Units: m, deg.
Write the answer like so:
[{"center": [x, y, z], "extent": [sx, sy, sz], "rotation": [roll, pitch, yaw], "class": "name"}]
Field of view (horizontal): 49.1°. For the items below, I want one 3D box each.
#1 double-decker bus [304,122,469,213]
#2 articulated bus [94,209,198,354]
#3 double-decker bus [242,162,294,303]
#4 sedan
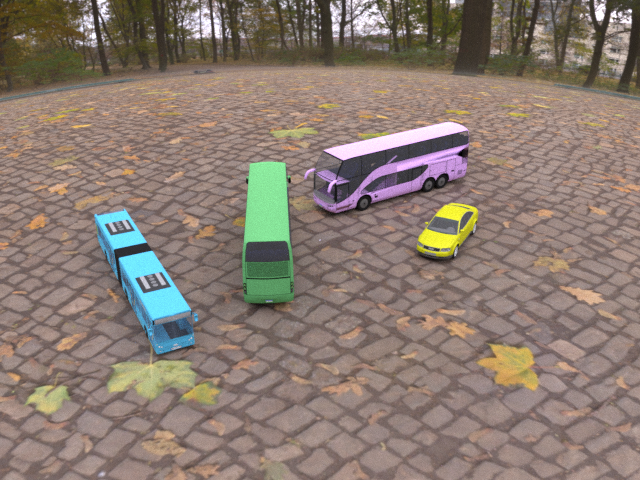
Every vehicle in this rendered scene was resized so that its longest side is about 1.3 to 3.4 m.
[{"center": [1.282, -1.307, 12.493], "extent": [3.251, 1.052, 0.756], "rotation": [-17, 31, -30], "class": "double-decker bus"}, {"center": [-2.475, 0.440, 9.554], "extent": [0.605, 0.561, 3.401], "rotation": [-13, 29, -24], "class": "articulated bus"}, {"center": [-0.764, -0.244, 10.372], "extent": [0.756, 1.052, 3.251], "rotation": [-2, 27, -3], "class": "double-decker bus"}, {"center": [2.005, -0.200, 10.919], "extent": [0.635, 0.483, 1.613], "rotation": [13, 30, 25], "class": "sedan"}]
